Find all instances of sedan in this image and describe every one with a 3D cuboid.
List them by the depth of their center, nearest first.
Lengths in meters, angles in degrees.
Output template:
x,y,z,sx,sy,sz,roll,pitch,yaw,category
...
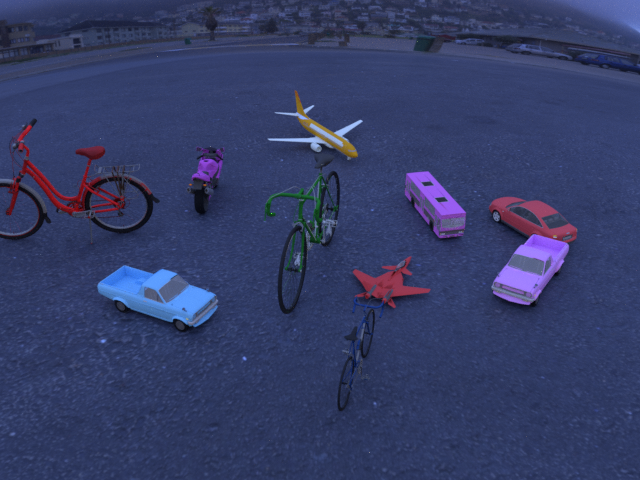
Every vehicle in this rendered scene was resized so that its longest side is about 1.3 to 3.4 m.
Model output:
x,y,z,sx,sy,sz,roll,pitch,yaw,category
3.366,-0.368,11.159,0.635,0.483,1.613,-14,32,-24,sedan

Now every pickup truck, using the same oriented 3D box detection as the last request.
x,y,z,sx,sy,sz,roll,pitch,yaw,category
-2.146,0.692,9.220,1.603,0.511,0.640,14,32,23,pickup truck
2.981,0.351,9.834,0.640,0.511,1.603,18,34,29,pickup truck

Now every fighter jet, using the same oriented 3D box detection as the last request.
x,y,z,sx,sy,sz,roll,pitch,yaw,category
1.043,0.462,9.866,1.147,0.286,1.358,14,32,24,fighter jet

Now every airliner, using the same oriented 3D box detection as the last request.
x,y,z,sx,sy,sz,roll,pitch,yaw,category
0.075,-2.355,14.376,2.257,0.835,2.541,-16,33,-26,airliner

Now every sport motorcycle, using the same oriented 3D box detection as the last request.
x,y,z,sx,sy,sz,roll,pitch,yaw,category
-1.946,-1.069,12.073,0.506,0.821,1.520,2,29,4,sport motorcycle

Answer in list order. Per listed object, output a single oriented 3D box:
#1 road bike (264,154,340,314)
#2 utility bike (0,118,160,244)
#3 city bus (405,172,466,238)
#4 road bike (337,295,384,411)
x,y,z,sx,sy,sz,roll,pitch,yaw,category
-0.103,-0.260,9.756,0.696,1.656,3.004,8,30,14,road bike
-3.879,-0.797,10.534,2.791,1.839,1.039,-4,29,-7,utility bike
1.876,-0.590,11.583,0.476,0.460,1.674,-6,30,-11,city bus
0.428,1.224,7.910,0.358,0.852,1.545,9,30,16,road bike
